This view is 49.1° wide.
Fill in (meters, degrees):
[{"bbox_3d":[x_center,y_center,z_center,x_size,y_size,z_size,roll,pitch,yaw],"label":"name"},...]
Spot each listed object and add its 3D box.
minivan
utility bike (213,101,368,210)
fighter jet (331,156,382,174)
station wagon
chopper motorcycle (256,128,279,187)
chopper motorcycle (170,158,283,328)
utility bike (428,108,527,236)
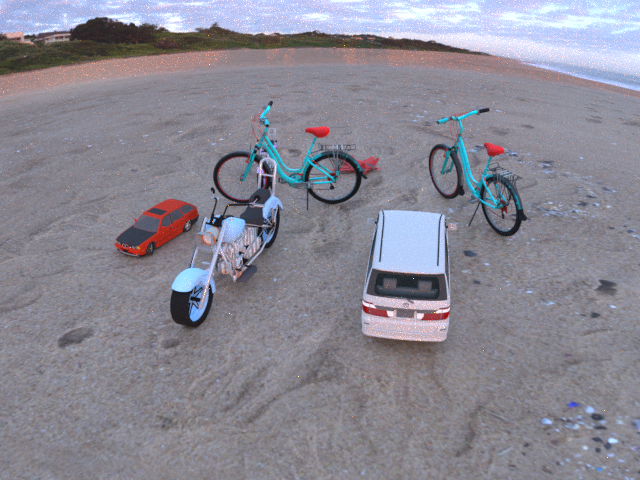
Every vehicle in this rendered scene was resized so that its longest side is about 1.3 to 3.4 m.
[{"bbox_3d":[1.262,0.240,9.915,1.324,1.197,3.011,4,28,7],"label":"minivan"},{"bbox_3d":[-0.537,-1.416,12.374,2.791,1.839,1.039,0,28,0],"label":"utility bike"},{"bbox_3d":[0.622,-1.693,14.570,1.147,0.286,1.358,-22,35,-35],"label":"fighter jet"},{"bbox_3d":[-2.704,-0.252,11.628,0.682,0.473,1.597,14,31,25],"label":"station wagon"},{"bbox_3d":[-1.066,-1.652,13.982,0.466,0.761,1.563,3,28,5],"label":"chopper motorcycle"},{"bbox_3d":[-1.298,-0.041,10.145,0.906,1.480,3.040,10,29,19],"label":"chopper motorcycle"},{"bbox_3d":[2.577,-1.218,11.999,1.039,1.839,2.791,-12,30,-22],"label":"utility bike"}]
